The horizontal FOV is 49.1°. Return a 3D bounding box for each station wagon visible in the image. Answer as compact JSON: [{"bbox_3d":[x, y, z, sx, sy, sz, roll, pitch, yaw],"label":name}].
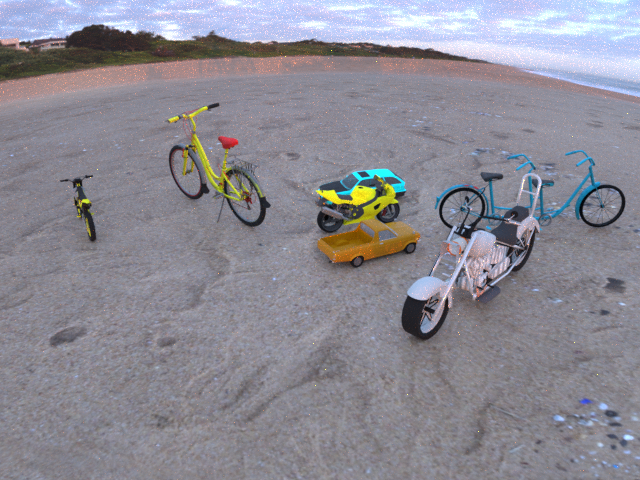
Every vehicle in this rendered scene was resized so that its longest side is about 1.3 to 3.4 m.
[{"bbox_3d":[0.760,-0.987,12.854,1.597,0.473,0.682,-8,27,-15],"label":"station wagon"}]

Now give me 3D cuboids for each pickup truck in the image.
[{"bbox_3d":[0.770,-0.010,10.822,1.603,0.511,0.640,-13,29,-25],"label":"pickup truck"}]

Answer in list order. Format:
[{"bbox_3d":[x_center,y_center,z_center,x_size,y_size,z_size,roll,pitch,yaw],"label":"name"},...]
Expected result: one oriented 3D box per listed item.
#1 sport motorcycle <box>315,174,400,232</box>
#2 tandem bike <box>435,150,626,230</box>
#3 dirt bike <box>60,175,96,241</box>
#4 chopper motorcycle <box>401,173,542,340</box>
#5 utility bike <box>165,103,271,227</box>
[{"bbox_3d":[0.642,-0.582,11.636,1.520,0.821,0.506,-9,28,-18],"label":"sport motorcycle"},{"bbox_3d":[3.479,-0.779,11.465,3.192,1.326,0.550,-1,26,-2],"label":"tandem bike"},{"bbox_3d":[-3.940,-0.586,11.603,0.527,0.857,1.493,-13,29,-24],"label":"dirt bike"},{"bbox_3d":[2.107,0.160,9.375,0.906,1.480,3.040,22,34,37],"label":"chopper motorcycle"},{"bbox_3d":[-1.873,-1.271,11.884,1.039,1.839,2.791,-24,35,-39],"label":"utility bike"}]
